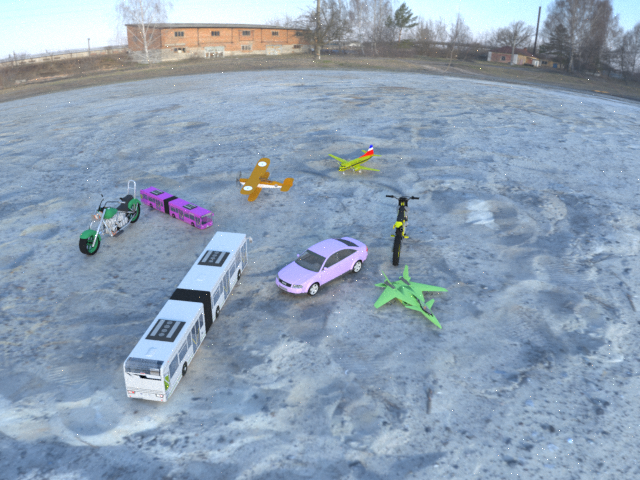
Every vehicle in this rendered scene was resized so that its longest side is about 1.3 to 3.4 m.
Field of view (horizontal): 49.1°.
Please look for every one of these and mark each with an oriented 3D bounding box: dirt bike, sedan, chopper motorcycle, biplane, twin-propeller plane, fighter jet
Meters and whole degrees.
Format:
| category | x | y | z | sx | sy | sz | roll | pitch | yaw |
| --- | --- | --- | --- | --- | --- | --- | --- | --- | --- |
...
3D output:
| category | x | y | z | sx | sy | sz | roll | pitch | yaw |
| --- | --- | --- | --- | --- | --- | --- | --- | --- | --- |
| dirt bike | 1.267 | -0.239 | 11.065 | 0.527 | 0.857 | 1.493 | 5 | 28 | 10 |
| sedan | 0.040 | 0.333 | 10.362 | 0.635 | 0.483 | 1.613 | 24 | 36 | 39 |
| chopper motorcycle | -3.429 | -0.378 | 11.441 | 0.466 | 0.761 | 1.563 | 9 | 29 | 18 |
| biplane | -1.036 | -1.050 | 13.028 | 1.090 | 0.504 | 1.336 | 6 | 28 | 12 |
| twin-propeller plane | 0.746 | -1.639 | 14.278 | 1.370 | 0.407 | 1.095 | 23 | 35 | 38 |
| fighter jet | 1.324 | 0.795 | 9.678 | 1.147 | 0.286 | 1.358 | -11 | 29 | -20 |

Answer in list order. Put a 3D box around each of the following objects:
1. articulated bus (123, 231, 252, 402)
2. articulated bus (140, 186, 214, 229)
| category | x | y | z | sx | sy | sz | roll | pitch | yaw |
| --- | --- | --- | --- | --- | --- | --- | --- | --- | --- |
| articulated bus | -1.638 | 0.850 | 9.270 | 0.605 | 0.561 | 3.401 | 5 | 28 | 9 |
| articulated bus | -2.550 | -0.581 | 12.351 | 1.749 | 0.289 | 0.311 | 22 | 34 | 36 |
